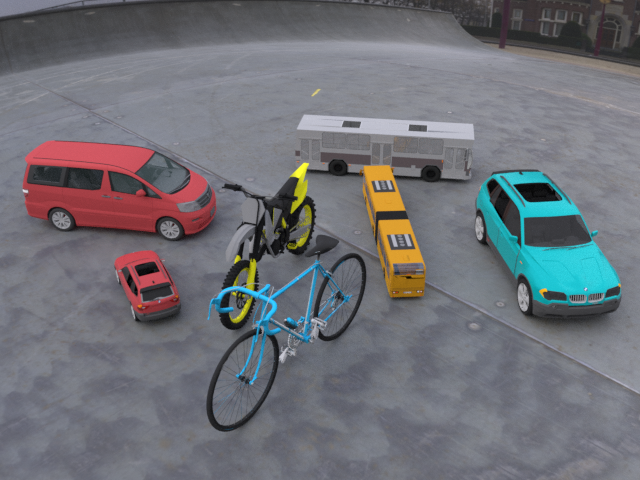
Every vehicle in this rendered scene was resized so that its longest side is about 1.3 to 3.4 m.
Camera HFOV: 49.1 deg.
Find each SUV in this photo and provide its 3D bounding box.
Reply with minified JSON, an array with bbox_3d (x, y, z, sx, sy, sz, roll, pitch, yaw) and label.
[{"bbox_3d":[-2.385,0.533,9.598,0.656,0.580,1.572,-14,33,-22],"label":"SUV"},{"bbox_3d":[3.178,-0.049,10.049,1.276,1.128,3.058,-3,31,-6],"label":"SUV"}]

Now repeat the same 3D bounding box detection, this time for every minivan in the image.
[{"bbox_3d":[-3.215,-0.855,11.355,3.011,1.197,1.324,5,31,8],"label":"minivan"}]

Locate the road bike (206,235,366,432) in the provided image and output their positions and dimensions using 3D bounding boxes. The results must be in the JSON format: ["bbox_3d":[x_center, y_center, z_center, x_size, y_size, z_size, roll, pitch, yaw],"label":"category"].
[{"bbox_3d":[-0.267,0.884,7.938,0.697,1.656,3.004,19,36,30],"label":"road bike"}]

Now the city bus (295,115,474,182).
[{"bbox_3d":[1.203,-1.708,13.108,3.255,0.894,0.926,5,31,8],"label":"city bus"}]

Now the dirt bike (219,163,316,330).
[{"bbox_3d":[-0.648,-0.078,9.566,1.024,1.666,2.903,11,32,19],"label":"dirt bike"}]

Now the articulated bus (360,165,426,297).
[{"bbox_3d":[1.096,-0.255,10.960,0.605,0.561,3.401,-2,30,-3],"label":"articulated bus"}]
